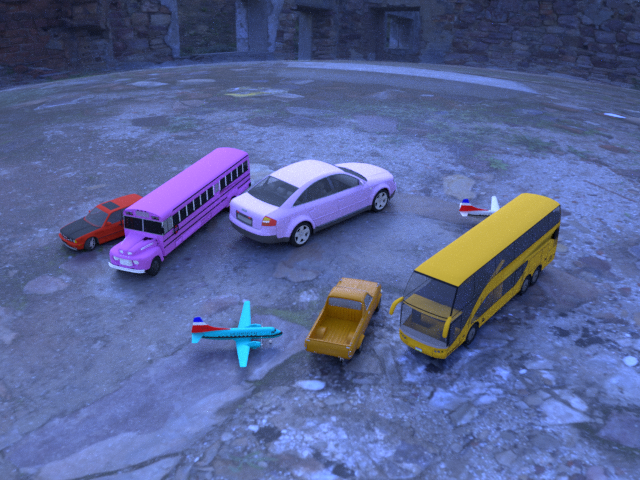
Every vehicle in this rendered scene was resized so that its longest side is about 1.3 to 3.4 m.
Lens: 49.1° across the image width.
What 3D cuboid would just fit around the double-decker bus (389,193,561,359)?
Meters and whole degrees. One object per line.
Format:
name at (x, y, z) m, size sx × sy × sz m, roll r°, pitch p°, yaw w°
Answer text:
double-decker bus at (2.123, 0.393, 8.999) m, size 0.756 × 1.052 × 3.251 m, roll 21°, pitch 34°, yaw 34°

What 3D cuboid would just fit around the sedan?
sedan at (-0.030, -0.790, 11.386) m, size 3.137 × 0.940 × 1.235 m, roll -24°, pitch 36°, yaw -38°

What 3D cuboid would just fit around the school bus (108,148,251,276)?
school bus at (-2.118, -0.523, 10.979) m, size 0.709 × 0.844 × 3.322 m, roll 10°, pitch 29°, yaw 19°

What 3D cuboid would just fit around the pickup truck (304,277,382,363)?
pickup truck at (0.318, 0.900, 8.612) m, size 0.640 × 0.511 × 1.603 m, roll 8°, pitch 29°, yaw 15°

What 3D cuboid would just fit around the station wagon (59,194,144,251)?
station wagon at (-3.289, -0.320, 10.990) m, size 0.682 × 0.473 × 1.597 m, roll 24°, pitch 36°, yaw 38°

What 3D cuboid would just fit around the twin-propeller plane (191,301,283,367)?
twin-propeller plane at (-0.992, 1.077, 8.384) m, size 1.095 × 0.407 × 1.370 m, roll -2°, pitch 28°, yaw -3°

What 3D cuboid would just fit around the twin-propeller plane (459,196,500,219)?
twin-propeller plane at (2.806, -0.462, 11.333) m, size 1.095 × 0.407 × 1.370 m, roll 3°, pitch 28°, yaw 5°
